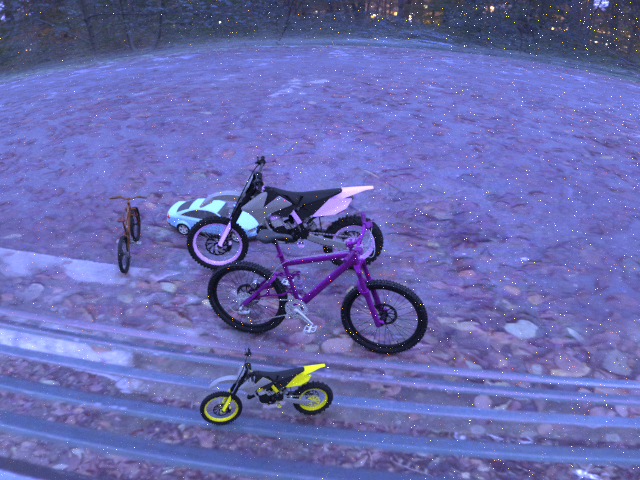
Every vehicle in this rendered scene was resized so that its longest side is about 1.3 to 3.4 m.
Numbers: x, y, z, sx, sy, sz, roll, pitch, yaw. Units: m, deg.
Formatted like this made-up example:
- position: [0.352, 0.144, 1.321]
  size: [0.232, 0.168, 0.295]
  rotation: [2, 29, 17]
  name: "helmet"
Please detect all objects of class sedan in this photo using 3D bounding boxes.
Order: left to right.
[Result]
- position: [-1.712, -0.373, 11.464]
  size: [1.613, 0.483, 0.635]
  rotation: [8, 32, 13]
  name: "sedan"

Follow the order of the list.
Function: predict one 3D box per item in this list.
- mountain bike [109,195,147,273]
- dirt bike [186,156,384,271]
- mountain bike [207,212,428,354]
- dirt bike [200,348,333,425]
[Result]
- position: [-2.931, -0.151, 10.723]
  size: [0.573, 0.868, 1.469]
  rotation: [-1, 31, -2]
  name: "mountain bike"
- position: [-0.510, -0.266, 10.139]
  size: [2.903, 1.666, 1.024]
  rotation: [-1, 31, -1]
  name: "dirt bike"
- position: [-0.074, 0.599, 8.684]
  size: [2.857, 1.688, 1.114]
  rotation: [7, 32, 12]
  name: "mountain bike"
- position: [-0.587, 1.664, 7.722]
  size: [1.493, 0.857, 0.527]
  rotation: [-5, 31, -8]
  name: "dirt bike"
